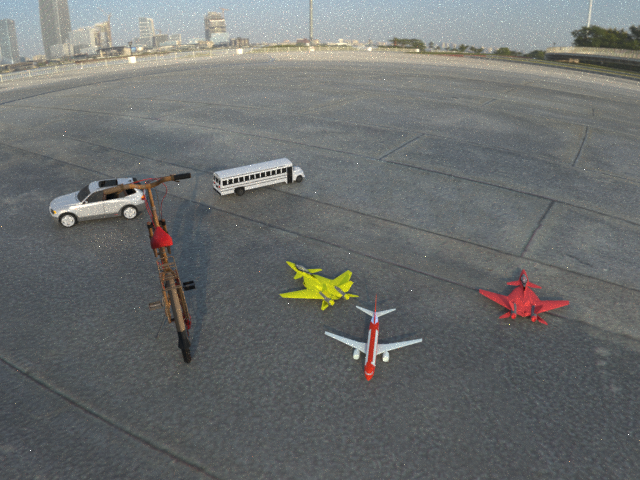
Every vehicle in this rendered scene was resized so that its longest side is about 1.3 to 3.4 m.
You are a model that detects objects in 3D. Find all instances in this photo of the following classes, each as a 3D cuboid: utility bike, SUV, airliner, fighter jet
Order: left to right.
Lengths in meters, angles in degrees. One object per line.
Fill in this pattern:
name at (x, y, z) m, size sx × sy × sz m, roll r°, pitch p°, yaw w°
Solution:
SUV at (-3.636, -0.658, 11.508) m, size 1.572 × 0.580 × 0.656 m, roll -9°, pitch 29°, yaw -16°
utility bike at (-1.951, 0.223, 8.435) m, size 1.039 × 1.839 × 2.791 m, roll -8°, pitch 28°, yaw -15°
fighter jet at (-0.103, 0.490, 9.609) m, size 1.147 × 0.286 × 1.358 m, roll -18°, pitch 32°, yaw -30°
airliner at (0.617, 1.134, 8.207) m, size 1.161 × 0.429 × 1.307 m, roll 3°, pitch 28°, yaw 7°
fighter jet at (2.720, 0.640, 9.318) m, size 1.147 × 0.286 × 1.358 m, roll 7°, pitch 28°, yaw 13°

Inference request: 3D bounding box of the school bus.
school bus at (-1.073, -1.149, 12.616) m, size 1.708 × 0.434 × 0.365 m, roll -15°, pitch 31°, yaw -27°
